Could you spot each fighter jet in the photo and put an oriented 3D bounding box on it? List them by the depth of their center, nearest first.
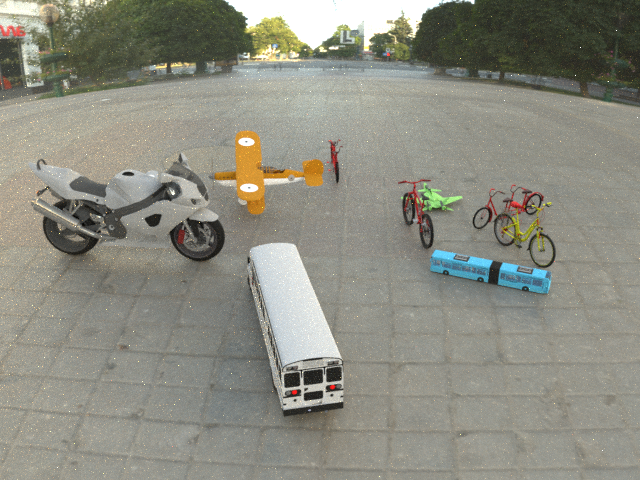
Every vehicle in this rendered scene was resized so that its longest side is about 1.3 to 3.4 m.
[{"bbox_3d":[2.076,-0.903,13.108,1.147,0.286,1.358,-1,26,-2],"label":"fighter jet"}]

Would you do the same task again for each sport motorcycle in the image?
[{"bbox_3d":[-2.927,-0.459,10.711,2.955,1.596,0.983,3,26,6],"label":"sport motorcycle"}]

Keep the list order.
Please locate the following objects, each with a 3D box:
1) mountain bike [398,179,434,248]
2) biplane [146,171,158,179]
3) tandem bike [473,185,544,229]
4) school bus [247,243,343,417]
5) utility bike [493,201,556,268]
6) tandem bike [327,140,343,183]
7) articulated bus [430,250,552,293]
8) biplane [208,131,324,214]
[{"bbox_3d":[1.621,-0.479,11.580,0.573,0.868,1.469,-5,27,-10],"label":"mountain bike"},{"bbox_3d":[-2.981,-0.778,12.605,1.090,0.504,1.336,1,26,2],"label":"biplane"},{"bbox_3d":[3.283,-0.631,12.102,1.642,0.682,0.283,-14,30,-27],"label":"tandem bike"},{"bbox_3d":[-0.414,0.896,8.800,0.709,0.844,3.322,-5,27,-11],"label":"school bus"},{"bbox_3d":[3.227,-0.209,10.940,0.535,0.946,1.435,-13,29,-24],"label":"utility bike"},{"bbox_3d":[0.302,-1.722,14.331,0.283,0.682,1.642,-2,26,-3],"label":"tandem bike"},{"bbox_3d":[2.487,0.461,10.320,1.749,0.289,0.311,11,28,22],"label":"articulated bus"},{"bbox_3d":[-0.980,-1.158,12.839,2.120,0.981,2.598,-3,26,-6],"label":"biplane"}]
